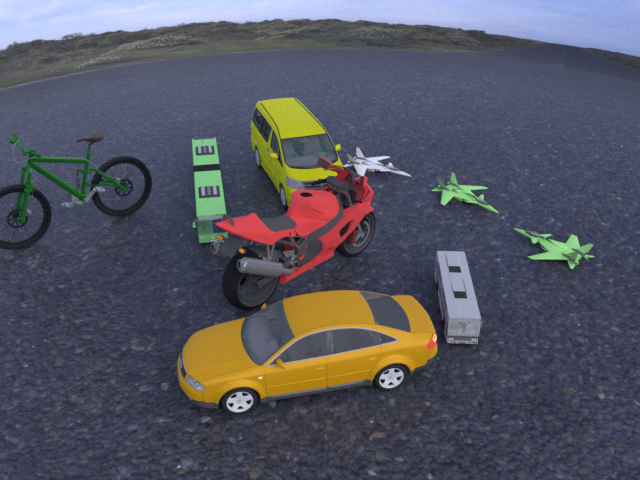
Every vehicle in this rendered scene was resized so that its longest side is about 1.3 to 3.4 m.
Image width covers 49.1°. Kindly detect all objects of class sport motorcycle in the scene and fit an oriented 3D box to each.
[{"bbox_3d":[-0.235,-0.102,10.025,2.955,1.596,0.983,-25,39,-36],"label":"sport motorcycle"}]

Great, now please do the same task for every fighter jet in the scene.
[{"bbox_3d":[1.179,-1.480,13.699,1.358,0.286,1.147,18,35,28],"label":"fighter jet"},{"bbox_3d":[2.689,-0.817,12.558,1.147,0.286,1.358,-20,36,-31],"label":"fighter jet"},{"bbox_3d":[3.636,0.000,11.153,1.147,0.286,1.358,-21,36,-32],"label":"fighter jet"}]

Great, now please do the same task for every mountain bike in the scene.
[{"bbox_3d":[-4.066,-0.891,11.291,2.857,1.688,1.114,-22,37,-33],"label":"mountain bike"}]

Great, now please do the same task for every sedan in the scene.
[{"bbox_3d":[-0.142,1.215,8.414,3.137,0.940,1.235,-7,31,-12],"label":"sedan"}]

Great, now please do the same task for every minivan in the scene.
[{"bbox_3d":[-0.437,-1.657,13.097,1.324,1.197,3.011,-10,32,-16],"label":"minivan"}]

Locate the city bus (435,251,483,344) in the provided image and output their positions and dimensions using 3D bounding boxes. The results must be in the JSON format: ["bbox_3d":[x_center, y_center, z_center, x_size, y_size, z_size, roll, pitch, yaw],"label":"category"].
[{"bbox_3d":[1.873,0.771,9.654,0.476,0.460,1.674,1,30,2],"label":"city bus"}]

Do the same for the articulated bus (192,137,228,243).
[{"bbox_3d":[-2.010,-0.987,12.578,0.605,0.561,3.401,-5,31,-9],"label":"articulated bus"}]
